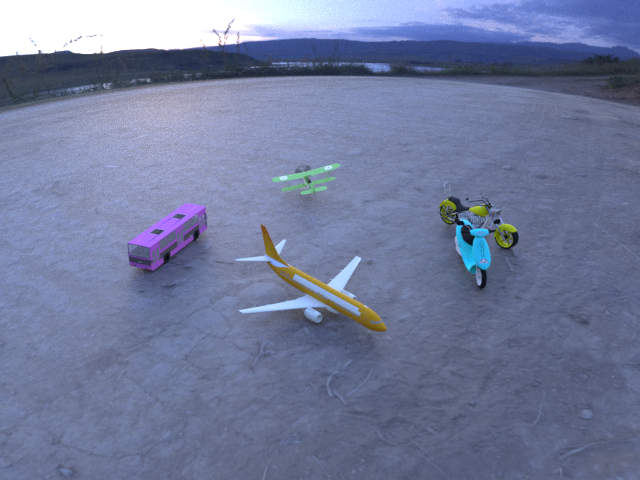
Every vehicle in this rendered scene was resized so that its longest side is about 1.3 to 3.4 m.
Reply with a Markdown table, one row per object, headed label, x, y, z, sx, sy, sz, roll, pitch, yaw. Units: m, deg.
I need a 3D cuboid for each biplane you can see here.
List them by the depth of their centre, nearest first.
| label | x | y | z | sx | sy | sz | roll | pitch | yaw |
| --- | --- | --- | --- | --- | --- | --- | --- | --- | --- |
| biplane | -0.230 | -1.089 | 13.326 | 1.336 | 0.504 | 1.090 | -6 | 27 | -12 |

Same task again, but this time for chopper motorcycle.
| label | x | y | z | sx | sy | sz | roll | pitch | yaw |
| --- | --- | --- | --- | --- | --- | --- | --- | --- | --- |
| chopper motorcycle | 2.630 | -0.415 | 11.666 | 0.466 | 0.761 | 1.563 | -22 | 33 | -37 |

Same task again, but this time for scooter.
| label | x | y | z | sx | sy | sz | roll | pitch | yaw |
| --- | --- | --- | --- | --- | --- | --- | --- | --- | --- |
| scooter | 2.303 | 0.046 | 10.550 | 0.662 | 0.919 | 1.399 | -2 | 26 | -5 |

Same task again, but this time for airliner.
| label | x | y | z | sx | sy | sz | roll | pitch | yaw |
| --- | --- | --- | --- | --- | --- | --- | --- | --- | --- |
| airliner | -0.029 | 0.532 | 9.657 | 2.257 | 0.835 | 2.541 | -23 | 34 | -38 |

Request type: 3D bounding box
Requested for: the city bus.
| label | x | y | z | sx | sy | sz | roll | pitch | yaw |
| --- | --- | --- | --- | --- | --- | --- | --- | --- | --- |
| city bus | -2.415 | -0.055 | 11.275 | 0.476 | 0.460 | 1.674 | 10 | 28 | 20 |
